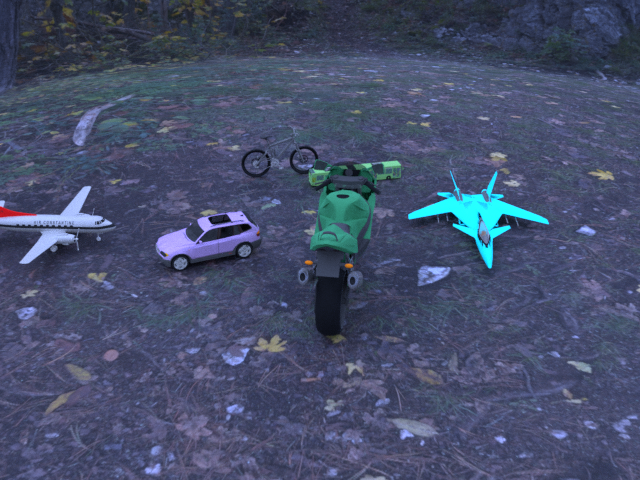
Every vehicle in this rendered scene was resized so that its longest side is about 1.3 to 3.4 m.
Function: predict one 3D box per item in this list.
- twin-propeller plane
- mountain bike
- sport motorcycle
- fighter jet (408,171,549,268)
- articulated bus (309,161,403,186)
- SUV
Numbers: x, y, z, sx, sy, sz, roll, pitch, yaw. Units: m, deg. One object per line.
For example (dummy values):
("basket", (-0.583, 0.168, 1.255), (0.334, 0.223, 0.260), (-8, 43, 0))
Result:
("twin-propeller plane", (-4.225, -0.351, 10.817), (2.129, 0.792, 2.663), (1, 28, 2))
("mountain bike", (-0.750, -1.615, 13.121), (1.469, 0.868, 0.573), (-5, 28, -10))
("sport motorcycle", (0.290, -0.021, 9.337), (0.983, 1.596, 2.955), (4, 28, 8))
("fighter jet", (2.538, -0.363, 11.091), (2.229, 0.557, 2.640), (2, 28, 4))
("articulated bus", (0.669, -1.239, 13.031), (1.749, 0.289, 0.311), (-7, 29, -12))
("SUV", (-1.661, -0.032, 10.442), (1.572, 0.580, 0.656), (-11, 30, -20))
